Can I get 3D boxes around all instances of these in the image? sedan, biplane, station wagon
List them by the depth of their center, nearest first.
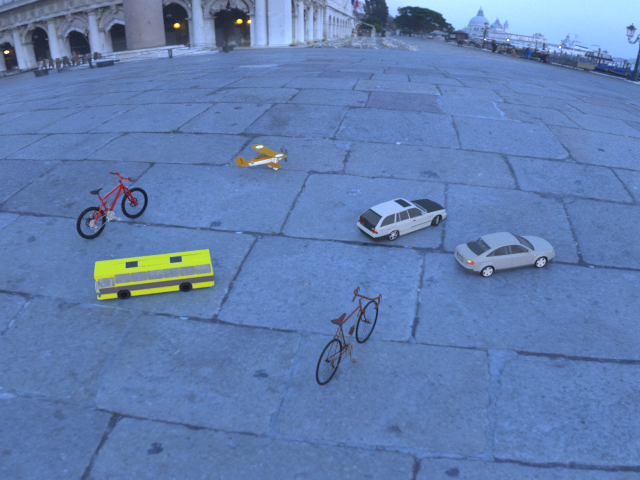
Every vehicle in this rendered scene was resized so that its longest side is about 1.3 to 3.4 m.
[{"bbox_3d":[2.890,0.157,10.891,1.613,0.483,0.635,-8,31,-14],"label":"sedan"},{"bbox_3d":[1.422,-0.432,11.918,1.597,0.473,0.682,-17,34,-27],"label":"station wagon"},{"bbox_3d":[-1.161,-1.606,13.917,1.090,0.504,1.336,-16,34,-26],"label":"biplane"}]

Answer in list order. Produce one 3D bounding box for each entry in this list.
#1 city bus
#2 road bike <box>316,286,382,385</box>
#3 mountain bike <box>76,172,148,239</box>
[{"bbox_3d":[-2.422,0.519,10.288,1.674,0.460,0.476,-6,31,-11],"label":"city bus"},{"bbox_3d":[0.366,1.167,8.775,0.358,0.852,1.545,17,34,27],"label":"road bike"},{"bbox_3d":[-3.500,-0.596,11.809,0.573,0.868,1.469,21,36,31],"label":"mountain bike"}]
